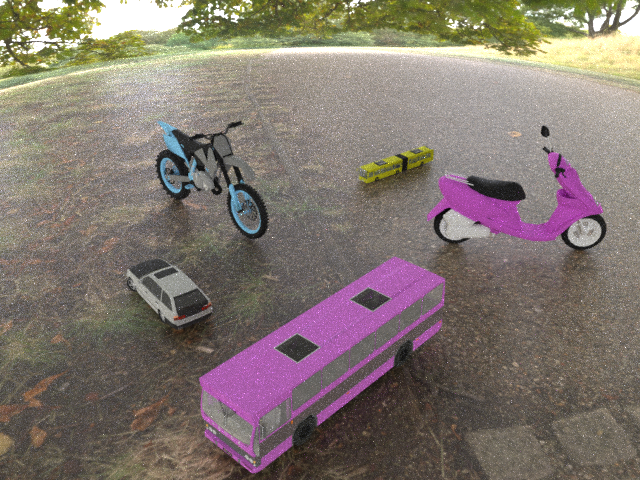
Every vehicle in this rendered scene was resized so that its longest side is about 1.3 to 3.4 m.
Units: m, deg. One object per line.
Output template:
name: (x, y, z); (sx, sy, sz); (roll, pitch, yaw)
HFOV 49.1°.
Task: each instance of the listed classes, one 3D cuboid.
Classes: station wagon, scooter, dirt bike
station wagon: (-2.102, 0.631, 9.590); (0.682, 0.473, 1.597); (-21, 36, -32)
scooter: (3.024, -0.682, 10.548); (2.721, 1.786, 1.288); (3, 30, 5)
dirt bike: (-1.838, -1.121, 11.425); (2.903, 1.666, 1.024); (26, 39, 38)

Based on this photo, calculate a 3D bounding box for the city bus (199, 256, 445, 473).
city bus: (0.164, 1.306, 8.003); (0.926, 0.894, 3.255); (25, 38, 36)

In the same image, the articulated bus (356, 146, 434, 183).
articulated bus: (1.466, -1.452, 13.373); (1.749, 0.289, 0.311); (-21, 36, -32)
